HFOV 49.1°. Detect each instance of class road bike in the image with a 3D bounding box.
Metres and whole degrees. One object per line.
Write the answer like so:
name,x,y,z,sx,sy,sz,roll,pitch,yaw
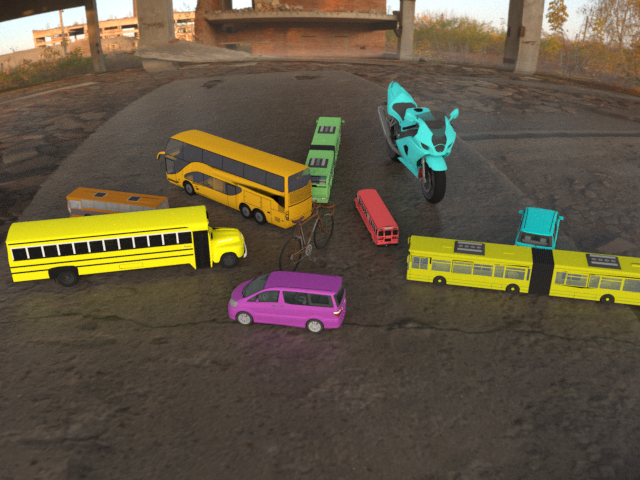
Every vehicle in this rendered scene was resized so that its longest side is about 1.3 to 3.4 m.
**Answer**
road bike,-0.181,-0.063,10.486,0.358,0.852,1.545,16,32,27

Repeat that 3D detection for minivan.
minivan,3.401,-0.160,10.915,0.681,0.616,1.548,10,30,18
minivan,-0.442,0.764,9.200,1.548,0.616,0.681,5,29,9

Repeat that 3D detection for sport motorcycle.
sport motorcycle,1.776,-1.880,13.075,0.983,1.596,2.955,-6,29,-11

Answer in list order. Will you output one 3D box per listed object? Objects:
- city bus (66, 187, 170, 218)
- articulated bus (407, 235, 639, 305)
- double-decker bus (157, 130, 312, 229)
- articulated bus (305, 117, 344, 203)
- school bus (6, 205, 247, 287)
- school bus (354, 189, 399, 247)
city bus,-3.377,-0.519,11.747,1.674,0.460,0.476,7,29,13
articulated bus,2.910,0.420,9.896,3.401,0.561,0.605,6,29,11
double-decker bus,-1.532,-1.132,12.259,3.251,1.052,0.756,22,35,35
articulated bus,0.065,-1.641,13.722,0.605,0.561,3.401,3,28,5
school bus,-2.757,0.055,10.276,3.322,0.844,0.709,-6,29,-11
school bus,0.903,-0.414,11.579,0.365,0.434,1.708,-5,29,-9
